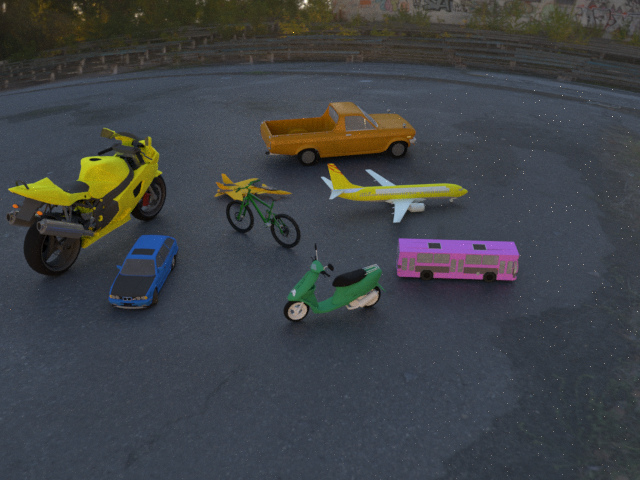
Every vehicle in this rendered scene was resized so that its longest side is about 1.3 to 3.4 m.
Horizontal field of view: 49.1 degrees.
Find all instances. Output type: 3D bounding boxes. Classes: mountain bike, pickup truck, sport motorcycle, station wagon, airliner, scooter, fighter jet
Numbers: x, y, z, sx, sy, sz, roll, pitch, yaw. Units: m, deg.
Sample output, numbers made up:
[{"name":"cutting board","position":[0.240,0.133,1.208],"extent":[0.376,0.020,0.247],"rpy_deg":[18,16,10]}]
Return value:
[{"name":"mountain bike","position":[-0.903,-0.396,10.874],"extent":[1.469,0.868,0.573],"rpy_deg":[18,32,30]},{"name":"pickup truck","position":[0.369,-2.232,14.272],"extent":[3.117,0.993,1.244],"rpy_deg":[-6,28,-12]},{"name":"sport motorcycle","position":[-3.343,-0.640,10.553],"extent":[0.983,1.596,2.955],"rpy_deg":[14,30,24]},{"name":"station wagon","position":[-2.459,0.385,9.799],"extent":[0.682,0.473,1.597],"rpy_deg":[2,28,4]},{"name":"airliner","position":[1.339,-0.978,12.029],"extent":[2.541,0.835,2.257],"rpy_deg":[-4,28,-7]},{"name":"scooter","position":[0.196,0.557,8.986],"extent":[1.399,0.919,0.662],"rpy_deg":[-9,29,-17]},{"name":"fighter jet","position":[-1.172,-0.949,12.569],"extent":[1.358,0.286,1.147],"rpy_deg":[4,28,7]}]

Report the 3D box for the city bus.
[{"name":"city bus","position":[1.941,0.294,9.988],"extent":[1.674,0.460,0.476],"rpy_deg":[2,28,3]}]
